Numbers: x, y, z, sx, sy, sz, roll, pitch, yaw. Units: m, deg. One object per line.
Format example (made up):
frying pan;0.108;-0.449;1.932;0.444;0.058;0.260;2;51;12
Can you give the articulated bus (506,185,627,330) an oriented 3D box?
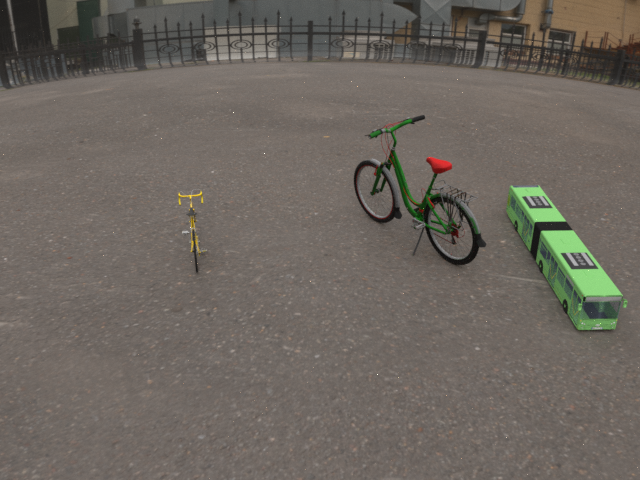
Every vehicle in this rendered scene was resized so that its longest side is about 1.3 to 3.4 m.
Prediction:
articulated bus;3.324;0.116;9.881;0.605;0.561;3.401;-1;28;-1

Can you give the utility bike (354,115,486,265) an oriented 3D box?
utility bike;1.302;-0.747;10.147;1.039;1.839;2.791;-19;33;-31

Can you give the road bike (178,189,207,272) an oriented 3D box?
road bike;-1.833;-0.174;10.119;0.358;0.852;1.545;-5;28;-10
